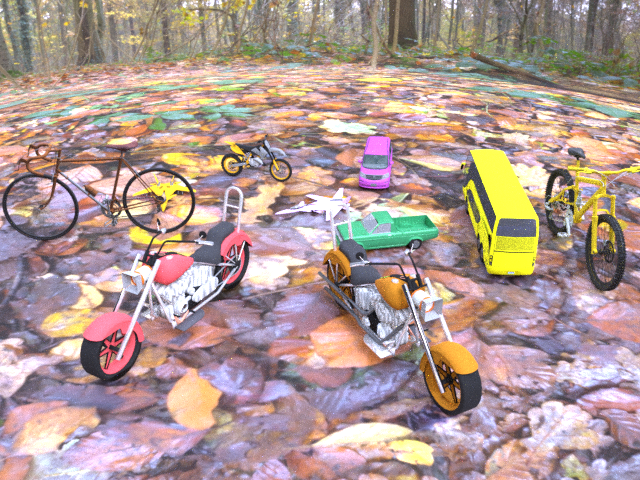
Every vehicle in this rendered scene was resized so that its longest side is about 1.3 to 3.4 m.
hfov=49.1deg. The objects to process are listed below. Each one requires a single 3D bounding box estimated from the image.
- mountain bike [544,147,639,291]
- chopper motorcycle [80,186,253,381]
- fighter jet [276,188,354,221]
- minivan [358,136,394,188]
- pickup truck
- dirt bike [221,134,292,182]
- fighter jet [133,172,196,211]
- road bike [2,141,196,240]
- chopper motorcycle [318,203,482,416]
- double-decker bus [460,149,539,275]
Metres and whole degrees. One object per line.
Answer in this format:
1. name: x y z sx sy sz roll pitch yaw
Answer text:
1. mountain bike: 3.949 -0.491 10.494 1.114 1.688 2.857 -1 27 -3
2. chopper motorcycle: -1.845 0.464 8.830 0.906 1.480 3.040 14 30 26
3. fighter jet: -0.136 -0.629 12.322 1.358 0.286 1.147 -9 28 -17
4. minivan: 1.106 -1.518 13.718 0.681 0.616 1.548 3 27 7
5. pickup truck: 1.061 -0.166 11.154 1.603 0.511 0.640 -5 27 -11
6. dirt bike: -1.246 -1.591 13.595 1.493 0.857 0.527 8 28 16
7. fighter jet: -2.857 -0.881 12.821 1.147 0.286 1.358 -4 27 -8
8. road bike: -3.522 -0.794 11.129 3.004 1.656 0.697 -4 27 -7
9. chopper motorcycle: 0.875 0.722 8.320 0.906 1.480 3.040 -14 30 -25
10. double-decker bus: 2.846 -0.567 11.348 0.756 1.052 3.251 2 27 3
